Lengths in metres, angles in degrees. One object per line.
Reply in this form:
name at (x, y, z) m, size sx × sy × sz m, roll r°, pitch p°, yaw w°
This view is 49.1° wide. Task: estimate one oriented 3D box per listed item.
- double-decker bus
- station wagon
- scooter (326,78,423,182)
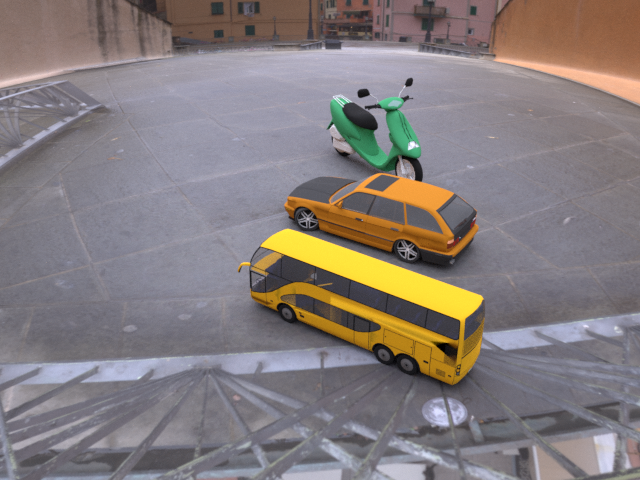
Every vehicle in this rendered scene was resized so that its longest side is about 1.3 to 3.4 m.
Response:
double-decker bus at (0.439, 0.738, 8.778) m, size 3.251 × 1.052 × 0.756 m, roll 19°, pitch 35°, yaw 30°
station wagon at (0.909, -0.520, 11.129) m, size 3.105 × 0.920 × 1.327 m, roll 18°, pitch 34°, yaw 28°
scooter at (1.000, -2.130, 13.090) m, size 1.288 × 1.786 × 2.721 m, roll -20°, pitch 35°, yaw -31°
